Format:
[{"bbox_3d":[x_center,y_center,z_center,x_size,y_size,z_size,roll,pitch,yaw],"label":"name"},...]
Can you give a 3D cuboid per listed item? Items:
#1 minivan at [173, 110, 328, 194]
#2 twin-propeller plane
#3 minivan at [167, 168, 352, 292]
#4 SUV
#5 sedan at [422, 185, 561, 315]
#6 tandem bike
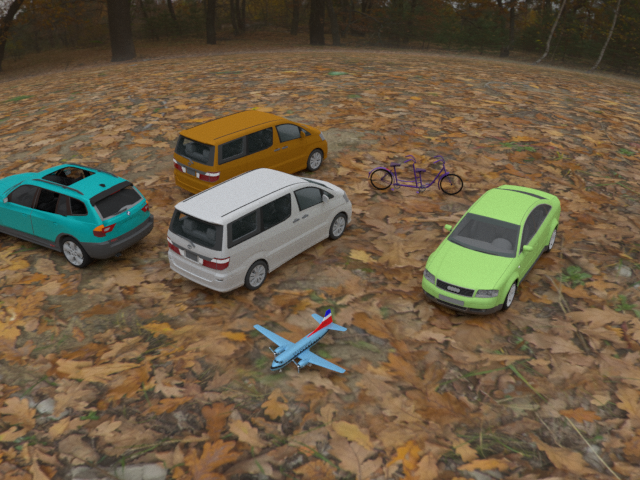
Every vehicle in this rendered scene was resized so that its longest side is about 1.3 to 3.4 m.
[{"bbox_3d":[-1.143,-1.641,12.462,1.324,1.197,3.011,23,36,36],"label":"minivan"},{"bbox_3d":[-0.196,1.175,8.104,1.370,0.407,1.095,22,35,34],"label":"twin-propeller plane"},{"bbox_3d":[-0.753,-0.343,10.071,1.324,1.197,3.011,21,35,33],"label":"minivan"},{"bbox_3d":[-3.949,-0.549,10.523,3.058,1.128,1.276,15,32,25],"label":"SUV"},{"bbox_3d":[2.466,-0.041,9.786,1.235,0.940,3.137,17,33,28],"label":"sedan"},{"bbox_3d":[1.649,-1.133,12.066,1.642,0.682,0.283,5,29,10],"label":"tandem bike"}]
